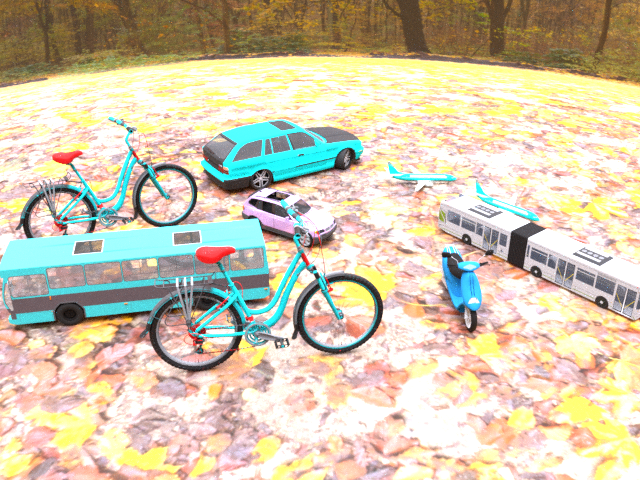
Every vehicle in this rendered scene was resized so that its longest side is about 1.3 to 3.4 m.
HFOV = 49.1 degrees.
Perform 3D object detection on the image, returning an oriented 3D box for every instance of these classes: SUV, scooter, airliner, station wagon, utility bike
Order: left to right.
[{"bbox_3d":[-3.224,-0.871,10.551,2.791,1.839,1.039,-16,32,-28],"label":"utility bike"},{"bbox_3d":[-0.648,0.542,7.882,2.791,1.839,1.039,-5,28,-10],"label":"utility bike"},{"bbox_3d":[-0.649,-1.743,13.180,3.105,0.920,1.327,-16,32,-28],"label":"station wagon"},{"bbox_3d":[-0.495,-0.396,10.999,1.572,0.580,0.656,17,32,28],"label":"SUV"},{"bbox_3d":[1.842,-1.225,12.726,1.307,0.429,1.161,0,28,0],"label":"airliner"},{"bbox_3d":[1.816,0.465,9.010,0.662,0.919,1.399,-3,28,-5],"label":"scooter"},{"bbox_3d":[3.081,-0.644,11.627,1.161,0.429,1.307,-25,36,-38],"label":"airliner"}]

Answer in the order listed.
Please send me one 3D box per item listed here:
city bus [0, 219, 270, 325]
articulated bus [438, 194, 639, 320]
[{"bbox_3d":[-2.326,0.424,9.114,3.255,0.894,0.926,-5,28,-10],"label":"city bus"},{"bbox_3d":[3.116,0.147,9.993,0.605,0.561,3.401,-21,34,-34],"label":"articulated bus"}]
